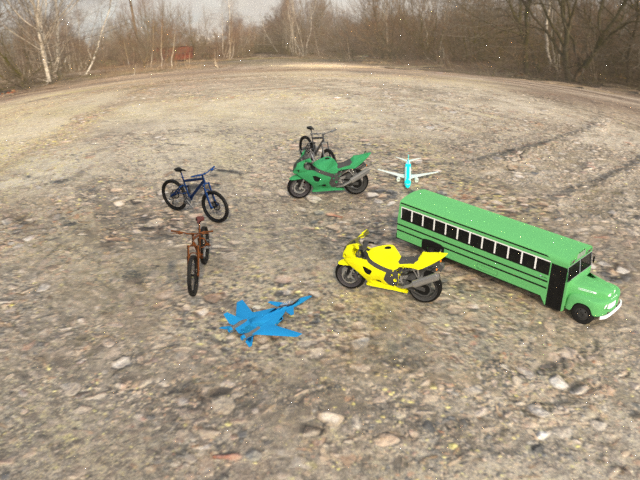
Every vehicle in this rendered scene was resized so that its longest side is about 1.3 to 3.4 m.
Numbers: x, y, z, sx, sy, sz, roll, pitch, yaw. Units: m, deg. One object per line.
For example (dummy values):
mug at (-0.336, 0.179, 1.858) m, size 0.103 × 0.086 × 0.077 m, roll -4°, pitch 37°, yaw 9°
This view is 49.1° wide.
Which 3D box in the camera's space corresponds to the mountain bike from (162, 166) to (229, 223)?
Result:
mountain bike at (-2.113, -0.797, 11.682) m, size 1.469 × 0.868 × 0.573 m, roll 16°, pitch 31°, yaw 29°

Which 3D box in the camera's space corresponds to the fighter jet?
fighter jet at (-0.585, 0.892, 8.965) m, size 1.147 × 0.286 × 1.358 m, roll 24°, pitch 35°, yaw 39°

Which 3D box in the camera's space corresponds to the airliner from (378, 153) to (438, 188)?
airliner at (1.673, -1.355, 13.286) m, size 1.161 × 0.429 × 1.307 m, roll 3°, pitch 27°, yaw 6°

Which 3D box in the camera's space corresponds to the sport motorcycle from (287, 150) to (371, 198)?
sport motorcycle at (0.162, -1.170, 12.479) m, size 1.520 × 0.821 × 0.506 m, roll -5°, pitch 27°, yaw -10°

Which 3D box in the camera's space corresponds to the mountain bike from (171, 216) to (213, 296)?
mountain bike at (-1.712, 0.141, 9.813) m, size 0.573 × 0.868 × 1.469 m, roll 0°, pitch 27°, yaw 1°

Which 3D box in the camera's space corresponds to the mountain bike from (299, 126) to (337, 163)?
mountain bike at (-0.054, -1.776, 13.635) m, size 0.573 × 0.868 × 1.469 m, roll -14°, pitch 30°, yaw -26°

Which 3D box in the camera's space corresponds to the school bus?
school bus at (2.567, 0.155, 9.811) m, size 3.322 × 0.844 × 0.709 m, roll 24°, pitch 35°, yaw 39°

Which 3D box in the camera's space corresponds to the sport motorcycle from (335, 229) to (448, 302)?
sport motorcycle at (0.930, 0.379, 9.391) m, size 1.520 × 0.821 × 0.506 m, roll 9°, pitch 28°, yaw 18°
